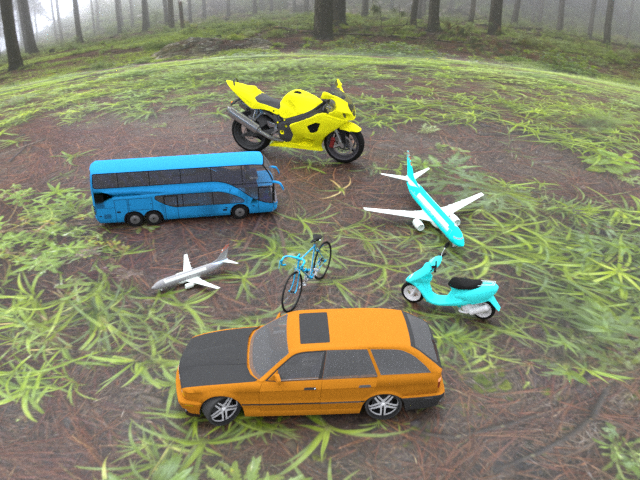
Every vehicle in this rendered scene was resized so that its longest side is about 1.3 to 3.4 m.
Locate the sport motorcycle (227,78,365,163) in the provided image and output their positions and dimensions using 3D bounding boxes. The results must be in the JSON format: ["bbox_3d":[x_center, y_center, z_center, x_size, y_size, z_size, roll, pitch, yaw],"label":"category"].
[{"bbox_3d":[-0.511,-2.462,14.377,2.955,1.596,0.983,9,31,15],"label":"sport motorcycle"}]

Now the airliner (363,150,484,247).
[{"bbox_3d":[1.927,-0.713,12.049,2.257,0.835,2.541,-8,30,-13],"label":"airliner"}]

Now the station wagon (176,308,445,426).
[{"bbox_3d":[-0.137,1.390,8.229,3.105,0.920,1.327,-1,29,-3],"label":"station wagon"}]

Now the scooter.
[{"bbox_3d":[1.806,0.592,9.648,1.399,0.919,0.662,12,32,21],"label":"scooter"}]

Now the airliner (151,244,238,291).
[{"bbox_3d":[-1.911,0.421,10.449,1.307,0.429,1.161,-18,34,-29],"label":"airliner"}]

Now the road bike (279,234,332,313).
[{"bbox_3d":[-0.174,0.405,10.047,0.358,0.852,1.545,14,32,23],"label":"road bike"}]

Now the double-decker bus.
[{"bbox_3d":[-2.282,-0.915,12.186,3.251,1.052,0.756,-4,30,-8],"label":"double-decker bus"}]
